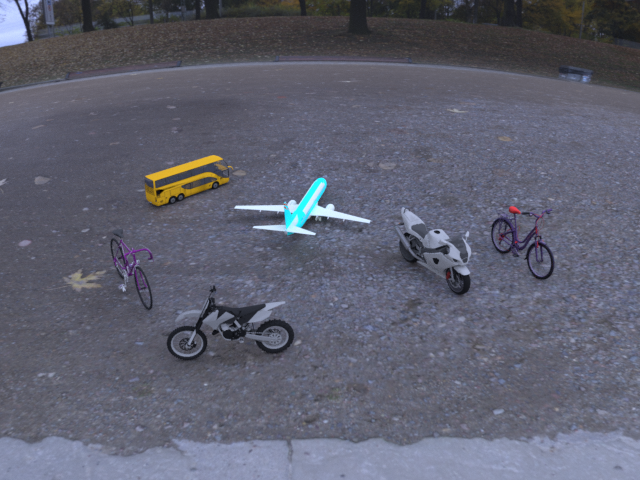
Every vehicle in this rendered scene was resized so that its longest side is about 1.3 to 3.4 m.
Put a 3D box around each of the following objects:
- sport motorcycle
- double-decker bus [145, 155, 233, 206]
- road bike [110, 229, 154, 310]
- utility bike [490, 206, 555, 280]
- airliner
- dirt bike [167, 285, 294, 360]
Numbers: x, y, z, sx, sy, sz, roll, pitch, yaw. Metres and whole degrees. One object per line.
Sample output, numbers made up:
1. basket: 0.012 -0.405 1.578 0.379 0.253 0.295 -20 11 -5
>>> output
1. sport motorcycle: 1.602 0.145 9.854 0.506 0.821 1.520 -16 32 -27
2. double-decker bus: -2.326 -1.081 12.484 1.672 0.541 0.389 -25 36 -38
3. road bike: -2.580 0.333 9.463 0.358 0.852 1.545 -17 32 -29
4. utility bike: 2.971 -0.085 10.156 0.535 0.946 1.435 -12 30 -21
5. airliner: -0.235 -0.709 11.461 2.257 0.835 2.541 7 28 12
6. dirt bike: -1.048 1.011 8.169 1.493 0.857 0.527 -4 28 -7
